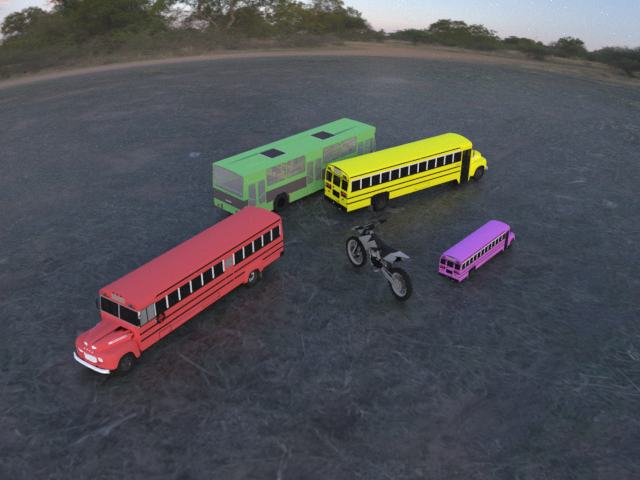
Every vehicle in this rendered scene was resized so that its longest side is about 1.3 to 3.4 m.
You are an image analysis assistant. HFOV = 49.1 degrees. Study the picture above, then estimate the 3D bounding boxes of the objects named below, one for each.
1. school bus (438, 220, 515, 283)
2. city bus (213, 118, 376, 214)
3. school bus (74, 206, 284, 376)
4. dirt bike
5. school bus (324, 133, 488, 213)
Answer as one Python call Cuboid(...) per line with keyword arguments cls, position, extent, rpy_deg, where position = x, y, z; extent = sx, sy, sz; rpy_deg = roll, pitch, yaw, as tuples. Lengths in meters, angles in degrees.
Cuboid(cls="school bus", position=(2.349, 0.117, 10.282), extent=(0.365, 0.434, 1.708), rpy_deg=(22, 36, 35))
Cuboid(cls="city bus", position=(-0.361, -1.281, 12.386), extent=(0.926, 0.894, 3.255), rpy_deg=(25, 37, 38))
Cuboid(cls="school bus", position=(-1.716, 0.553, 9.043), extent=(0.709, 0.844, 3.322), rpy_deg=(18, 33, 29))
Cuboid(cls="dirt bike", position=(0.790, 0.214, 9.657), extent=(0.527, 0.857, 1.493), rpy_deg=(-17, 33, -28))
Cuboid(cls="school bus", position=(1.626, -1.240, 12.363), extent=(3.322, 0.844, 0.709), rpy_deg=(-18, 33, -29))
